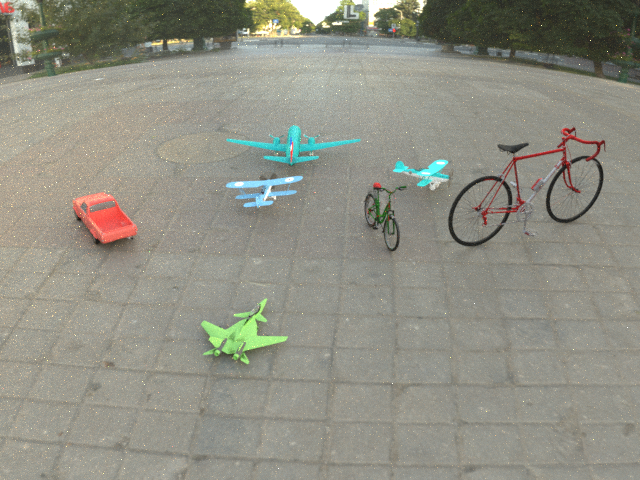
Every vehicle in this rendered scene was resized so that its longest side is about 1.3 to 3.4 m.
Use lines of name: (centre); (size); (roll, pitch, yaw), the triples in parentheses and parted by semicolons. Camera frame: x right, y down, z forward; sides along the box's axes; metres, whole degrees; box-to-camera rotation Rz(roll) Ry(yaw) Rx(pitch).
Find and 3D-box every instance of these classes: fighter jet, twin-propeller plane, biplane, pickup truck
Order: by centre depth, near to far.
fighter jet: (-0.923, 1.024, 8.823); (1.147, 0.286, 1.358); (9, 30, 15)
pickup truck: (-3.463, -0.403, 11.183); (0.640, 0.511, 1.603); (-18, 33, -29)
biplane: (-0.979, -0.792, 11.897); (1.336, 0.504, 1.090); (4, 29, 6)
biplane: (1.875, -1.200, 12.639); (1.090, 0.504, 1.336); (13, 32, 23)
twin-propeller plane: (-0.526, -1.942, 13.689); (2.663, 0.792, 2.129); (0, 29, 0)

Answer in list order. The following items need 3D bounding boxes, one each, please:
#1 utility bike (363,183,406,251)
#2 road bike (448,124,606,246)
utility bike: (1.001, -0.486, 10.882); (0.535, 0.946, 1.435); (-9, 30, -15)
road bike: (3.259, -0.831, 10.774); (3.004, 1.656, 0.697); (-13, 31, -22)
